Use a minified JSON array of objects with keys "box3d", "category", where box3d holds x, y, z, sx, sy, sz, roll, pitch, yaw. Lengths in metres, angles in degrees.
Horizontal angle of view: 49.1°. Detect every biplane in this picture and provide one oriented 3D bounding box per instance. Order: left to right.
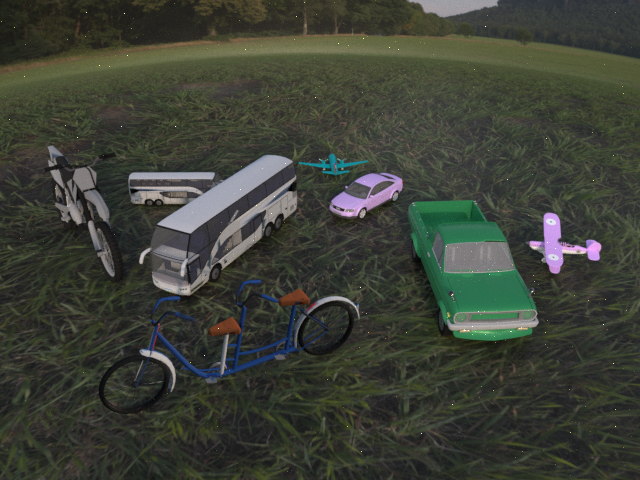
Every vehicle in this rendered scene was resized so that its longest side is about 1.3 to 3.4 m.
[{"box3d":[3.667,0.125,10.588,1.090,0.504,1.336,6,29,11],"category":"biplane"}]

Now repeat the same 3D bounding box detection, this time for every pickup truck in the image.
[{"box3d":[2.059,0.222,9.906,1.244,0.993,3.117,-2,29,-3],"category":"pickup truck"}]

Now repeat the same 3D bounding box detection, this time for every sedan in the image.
[{"box3d":[0.827,-0.834,12.346,0.635,0.483,1.613,24,37,36],"category":"sedan"}]

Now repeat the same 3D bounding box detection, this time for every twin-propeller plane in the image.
[{"box3d":[0.267,-1.512,13.653,1.370,0.407,1.095,-2,29,-3],"category":"twin-propeller plane"}]

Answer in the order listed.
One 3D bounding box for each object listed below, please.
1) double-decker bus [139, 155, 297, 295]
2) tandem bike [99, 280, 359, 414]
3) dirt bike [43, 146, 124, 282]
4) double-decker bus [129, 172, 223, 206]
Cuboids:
[{"box3d":[-1.405,-0.285,10.764,0.756,1.052,3.251,14,32,24],"category":"double-decker bus"},{"box3d":[-0.939,1.088,7.993,3.192,1.326,0.550,-14,32,-23],"category":"tandem bike"},{"box3d":[-3.602,-0.548,10.604,1.024,1.666,2.903,-19,34,-30],"category":"dirt bike"},{"box3d":[-2.527,-0.911,12.426,1.672,0.541,0.389,0,29,0],"category":"double-decker bus"}]
